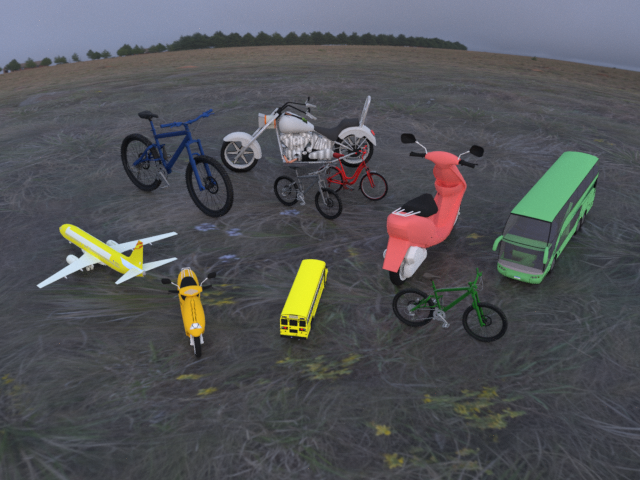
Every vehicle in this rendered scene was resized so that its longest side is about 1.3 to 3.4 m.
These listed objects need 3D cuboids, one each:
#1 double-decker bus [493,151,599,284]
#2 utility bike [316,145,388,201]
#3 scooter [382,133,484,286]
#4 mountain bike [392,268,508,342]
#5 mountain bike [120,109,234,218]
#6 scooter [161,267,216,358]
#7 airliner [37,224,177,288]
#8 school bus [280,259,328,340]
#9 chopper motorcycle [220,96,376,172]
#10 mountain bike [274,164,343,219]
[{"bbox_3d":[3.601,-0.400,10.882,0.756,1.052,3.251,16,32,28],"label":"double-decker bus"},{"bbox_3d":[0.569,-1.239,12.599,1.435,0.946,0.535,11,30,20],"label":"utility bike"},{"bbox_3d":[1.622,-0.547,10.369,1.288,1.786,2.721,15,31,26],"label":"scooter"},{"bbox_3d":[1.621,0.810,8.768,1.469,0.868,0.573,10,29,19],"label":"mountain bike"},{"bbox_3d":[-2.567,-1.417,12.139,2.857,1.688,1.114,20,34,33],"label":"mountain bike"},{"bbox_3d":[-1.624,0.762,8.805,0.662,0.919,1.399,-7,28,-13],"label":"scooter"},{"bbox_3d":[-3.252,0.006,10.339,2.541,0.835,2.257,24,36,38],"label":"airliner"},{"bbox_3d":[-0.185,0.723,9.401,0.365,0.434,1.708,5,28,9],"label":"school bus"},{"bbox_3d":[-0.421,-2.054,13.580,3.040,1.480,0.906,-1,28,-2],"label":"chopper motorcycle"},{"bbox_3d":[-0.224,-0.875,11.986,1.469,0.868,0.573,19,33,32],"label":"mountain bike"}]
